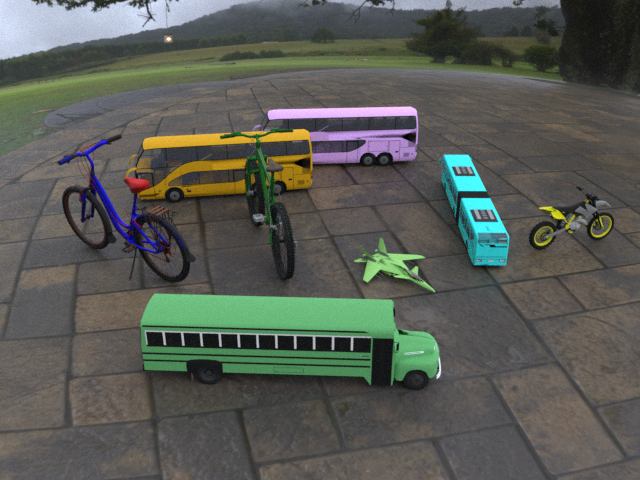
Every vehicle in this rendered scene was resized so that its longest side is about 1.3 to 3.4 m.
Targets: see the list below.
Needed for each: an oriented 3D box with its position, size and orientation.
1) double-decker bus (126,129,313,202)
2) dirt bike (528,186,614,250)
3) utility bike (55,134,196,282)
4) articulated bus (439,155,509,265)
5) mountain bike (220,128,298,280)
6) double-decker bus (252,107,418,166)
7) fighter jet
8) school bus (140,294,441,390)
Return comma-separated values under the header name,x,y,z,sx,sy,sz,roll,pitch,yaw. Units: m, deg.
name,x,y,z,sx,sy,sz,roll,pitch,yaw
double-decker bus,-1.753,-1.329,12.428,3.251,1.052,0.756,-5,28,-9
dirt bike,3.874,-0.317,10.678,1.493,0.857,0.527,-8,28,-15
utility bike,-2.859,-0.401,9.769,2.791,1.839,1.039,18,33,32
articulated bus,2.484,-0.592,11.534,0.605,0.561,3.401,0,27,1
mountain bike,-0.791,-0.643,10.403,1.114,1.688,2.857,-8,28,-15
double-decker bus,0.293,-2.032,13.793,3.251,1.052,0.756,-2,27,-4
fighter jet,1.143,0.383,9.942,1.147,0.286,1.358,-20,33,-33
school bus,-0.299,1.119,7.905,3.322,0.844,0.709,1,27,2
